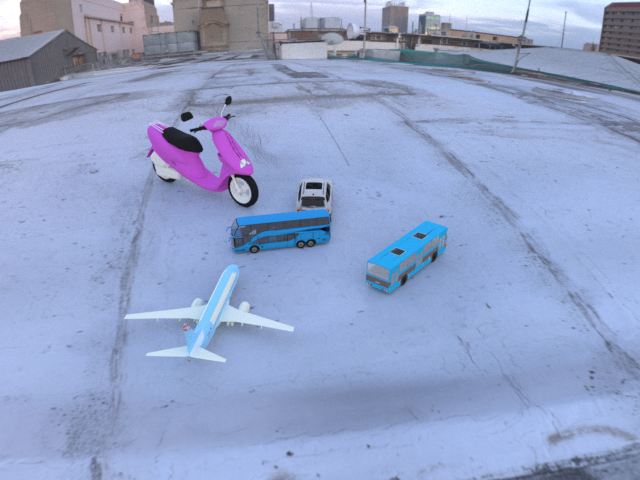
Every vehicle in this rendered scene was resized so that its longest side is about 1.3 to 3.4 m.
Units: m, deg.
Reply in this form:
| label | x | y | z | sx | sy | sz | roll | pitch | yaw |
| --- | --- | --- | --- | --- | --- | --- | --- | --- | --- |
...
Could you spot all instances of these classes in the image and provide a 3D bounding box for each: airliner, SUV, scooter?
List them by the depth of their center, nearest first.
| label | x | y | z | sx | sy | sz | roll | pitch | yaw |
| --- | --- | --- | --- | --- | --- | --- | --- | --- | --- |
| airliner | -1.422 | 0.784 | 9.303 | 2.257 | 0.835 | 2.541 | 3 | 29 | 6 |
| SUV | -0.095 | -0.790 | 12.462 | 0.656 | 0.580 | 1.572 | 1 | 29 | 2 |
| scooter | -2.227 | -1.680 | 12.835 | 2.721 | 1.786 | 1.288 | 18 | 33 | 30 |

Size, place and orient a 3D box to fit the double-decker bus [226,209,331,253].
| label | x | y | z | sx | sy | sz | roll | pitch | yaw |
| --- | --- | --- | --- | --- | --- | --- | --- | --- | --- |
| double-decker bus | -0.660 | -0.143 | 11.314 | 1.672 | 0.541 | 0.389 | -6 | 29 | -11 |

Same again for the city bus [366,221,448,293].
| label | x | y | z | sx | sy | sz | roll | pitch | yaw |
| --- | --- | --- | --- | --- | --- | --- | --- | --- | --- |
| city bus | 1.348 | 0.252 | 10.674 | 0.476 | 0.460 | 1.674 | 21 | 35 | 33 |
